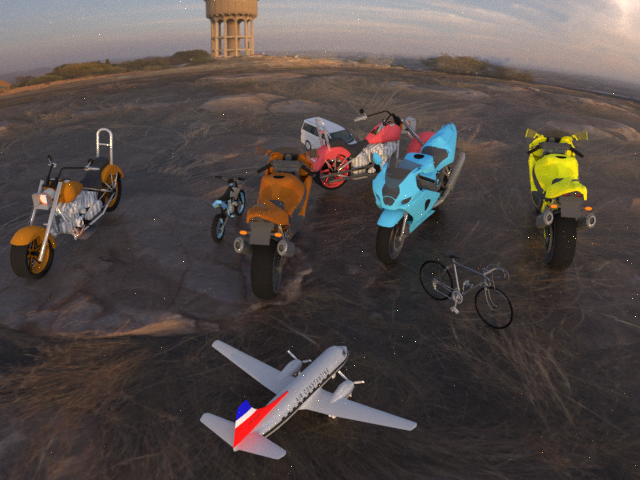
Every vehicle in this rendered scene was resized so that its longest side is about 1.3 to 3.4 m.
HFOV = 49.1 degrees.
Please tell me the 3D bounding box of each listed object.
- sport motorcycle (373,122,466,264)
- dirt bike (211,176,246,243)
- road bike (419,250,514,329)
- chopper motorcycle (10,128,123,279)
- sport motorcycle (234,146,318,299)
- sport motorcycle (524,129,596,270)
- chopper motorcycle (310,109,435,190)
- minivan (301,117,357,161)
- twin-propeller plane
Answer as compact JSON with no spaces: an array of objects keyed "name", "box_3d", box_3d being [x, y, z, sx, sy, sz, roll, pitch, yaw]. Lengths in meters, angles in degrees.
[{"name":"sport motorcycle","box_3d":[1.586,-0.816,11.309,0.983,1.596,2.955,14,30,25]},{"name":"dirt bike","box_3d":[-1.532,-0.594,11.684,0.527,0.857,1.493,6,28,12]},{"name":"road bike","box_3d":[1.937,0.608,9.353,0.358,0.852,1.545,-23,35,-37]},{"name":"chopper motorcycle","box_3d":[-3.976,-0.644,11.101,0.906,1.480,3.040,6,28,11]},{"name":"sport motorcycle","box_3d":[-0.607,-0.370,10.441,0.983,1.596,2.955,4,27,7]},{"name":"sport motorcycle","box_3d":[3.762,-0.746,11.173,0.983,1.596,2.955,4,28,8]},{"name":"chopper motorcycle","box_3d":[1.152,-1.829,13.406,3.040,1.480,0.906,-15,31,-27]},{"name":"minivan","box_3d":[0.225,-2.145,14.964,0.681,0.616,1.548,-18,32,-31]},{"name":"twin-propeller plane","box_3d":[-0.255,1.575,7.540,2.663,0.792,2.129,17,32,29]}]
